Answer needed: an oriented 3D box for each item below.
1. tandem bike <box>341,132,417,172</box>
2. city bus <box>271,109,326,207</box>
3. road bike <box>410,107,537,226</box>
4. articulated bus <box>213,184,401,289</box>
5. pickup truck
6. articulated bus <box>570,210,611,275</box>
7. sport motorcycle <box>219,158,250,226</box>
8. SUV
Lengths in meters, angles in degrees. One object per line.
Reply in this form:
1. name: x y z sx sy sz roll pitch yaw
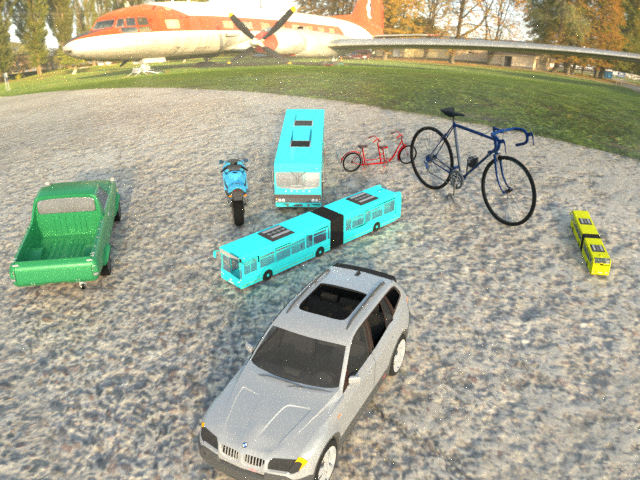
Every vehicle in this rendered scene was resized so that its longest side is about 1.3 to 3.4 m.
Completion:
1. tandem bike: 1.168 -1.727 13.686 1.642 0.682 0.283 -10 28 -18
2. city bus: -0.335 -1.576 13.148 0.926 0.894 3.255 1 27 1
3. road bike: 2.516 -1.353 11.854 0.697 1.656 3.004 -16 31 -29
4. articulated bus: -0.046 -0.122 10.620 3.401 0.561 0.605 -23 35 -38
5. pickup truck: -3.699 -0.248 10.391 1.244 0.993 3.117 -4 27 -9
6. articulated bus: 4.096 0.014 10.654 0.311 0.289 1.749 4 27 7
7. sport motorcycle: -1.410 -0.841 11.764 0.506 0.821 1.520 -4 27 -8
8. SUV: -0.031 1.255 7.244 1.276 1.128 3.058 12 29 23
